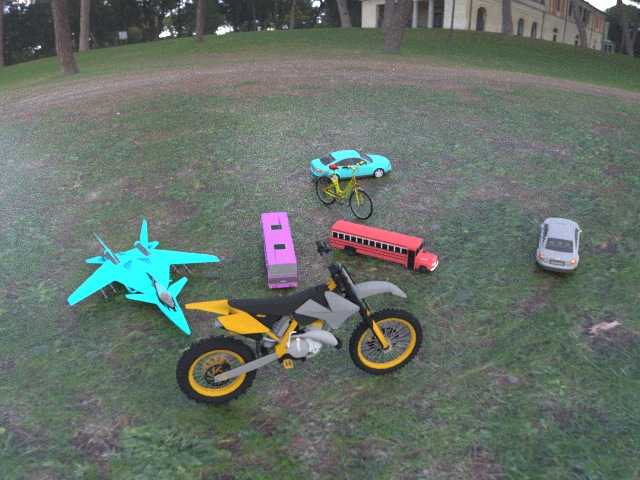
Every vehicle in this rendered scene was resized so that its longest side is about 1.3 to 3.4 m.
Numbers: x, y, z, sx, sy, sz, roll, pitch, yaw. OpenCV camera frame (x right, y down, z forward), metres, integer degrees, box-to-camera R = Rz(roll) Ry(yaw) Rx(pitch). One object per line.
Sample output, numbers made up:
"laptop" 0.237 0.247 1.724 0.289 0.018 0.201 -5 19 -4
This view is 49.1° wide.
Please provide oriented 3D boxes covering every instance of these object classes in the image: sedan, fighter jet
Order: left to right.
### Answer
"fighter jet" -2.391 0.530 9.909 2.229 0.557 2.640 -17 33 -28
"sedan" 0.615 -1.486 13.698 1.613 0.483 0.635 -8 30 -15
"sedan" 3.757 -0.008 10.978 0.635 0.483 1.613 10 30 17

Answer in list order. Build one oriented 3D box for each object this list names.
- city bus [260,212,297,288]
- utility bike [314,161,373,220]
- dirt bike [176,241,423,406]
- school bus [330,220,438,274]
"city bus" -0.636 0.149 10.712 0.476 0.460 1.674 -4 29 -7
"utility bike" 0.435 -0.954 12.233 0.535 0.946 1.435 -25 37 -38
"dirt bike" -0.187 1.001 7.881 2.903 1.666 1.024 -7 29 -13
"school bus" 0.992 0.095 10.839 1.708 0.434 0.365 14 31 24
